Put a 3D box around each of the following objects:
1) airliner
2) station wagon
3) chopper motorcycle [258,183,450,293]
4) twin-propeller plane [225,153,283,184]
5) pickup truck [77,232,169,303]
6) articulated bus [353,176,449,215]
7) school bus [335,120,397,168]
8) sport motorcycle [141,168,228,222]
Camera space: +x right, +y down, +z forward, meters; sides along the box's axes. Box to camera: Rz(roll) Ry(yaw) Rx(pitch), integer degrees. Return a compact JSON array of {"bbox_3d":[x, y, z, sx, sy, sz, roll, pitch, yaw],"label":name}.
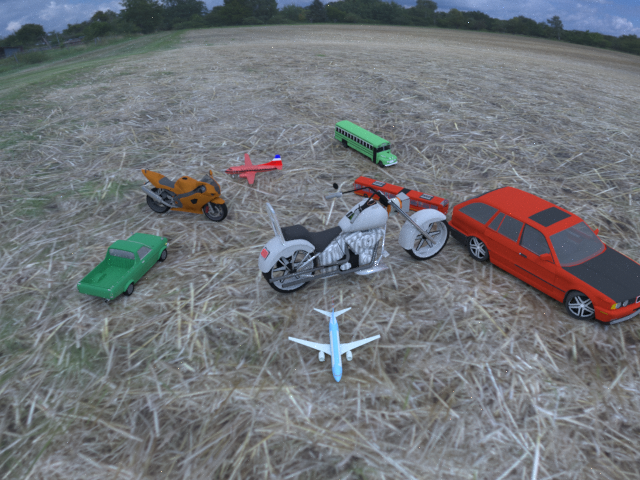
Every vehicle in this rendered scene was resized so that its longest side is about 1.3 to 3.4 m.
[{"bbox_3d":[0.188,1.223,8.705,1.161,0.429,1.307,-1,31,-2],"label":"airliner"},{"bbox_3d":[3.318,0.079,10.159,1.327,0.920,3.105,-20,36,-30],"label":"station wagon"},{"bbox_3d":[0.559,-0.130,9.962,3.040,1.480,0.906,-14,33,-22],"label":"chopper motorcycle"},{"bbox_3d":[-1.246,-1.383,13.137,1.095,0.407,1.370,-5,31,-8],"label":"twin-propeller plane"},{"bbox_3d":[-2.824,0.323,10.148,0.640,0.511,1.603,10,32,16],"label":"pickup truck"},{"bbox_3d":[1.385,-0.758,12.196,1.749,0.289,0.311,18,35,28],"label":"articulated bus"},{"bbox_3d":[0.919,-1.933,14.040,0.365,0.434,1.708,-19,35,-29],"label":"school bus"},{"bbox_3d":[-2.254,-0.754,11.665,1.520,0.821,0.506,9,32,15],"label":"sport motorcycle"}]
